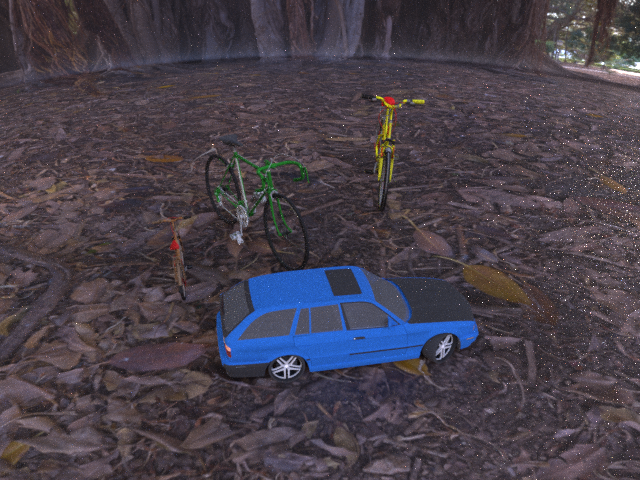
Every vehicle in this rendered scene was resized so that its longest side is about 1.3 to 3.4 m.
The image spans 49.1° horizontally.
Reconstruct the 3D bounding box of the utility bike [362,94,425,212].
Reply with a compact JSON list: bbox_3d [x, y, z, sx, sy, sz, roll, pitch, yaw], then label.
[{"bbox_3d":[1.222,-1.742,12.256,1.039,1.839,2.791,1,28,2],"label":"utility bike"}]

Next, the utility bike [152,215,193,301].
[{"bbox_3d":[-1.989,0.188,9.599,0.535,0.946,1.435,-5,29,-10],"label":"utility bike"}]

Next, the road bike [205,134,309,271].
[{"bbox_3d":[-1.025,-0.670,10.449,0.697,1.656,3.004,-19,33,-31],"label":"road bike"}]

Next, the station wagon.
[{"bbox_3d":[0.331,0.872,8.351,3.105,0.920,1.327,-5,29,-10],"label":"station wagon"}]
